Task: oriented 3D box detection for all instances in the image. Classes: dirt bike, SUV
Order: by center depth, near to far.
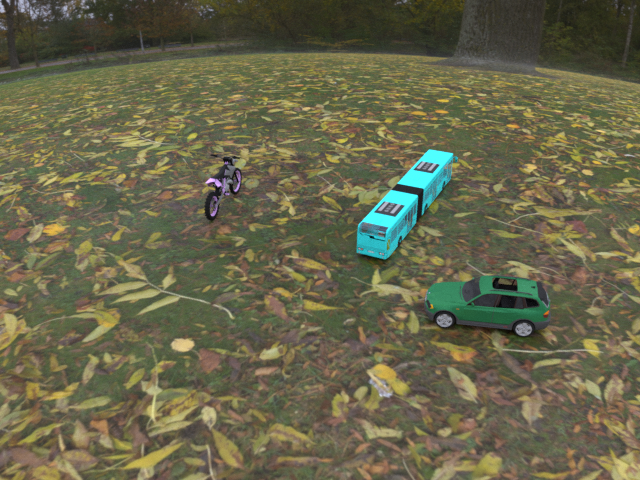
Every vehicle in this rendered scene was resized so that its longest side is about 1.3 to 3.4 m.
[{"bbox_3d":[2.123,0.770,8.888,1.572,0.580,0.656,5,29,10],"label":"SUV"},{"bbox_3d":[-1.627,-0.964,11.760,0.527,0.857,1.493,8,30,14],"label":"dirt bike"}]

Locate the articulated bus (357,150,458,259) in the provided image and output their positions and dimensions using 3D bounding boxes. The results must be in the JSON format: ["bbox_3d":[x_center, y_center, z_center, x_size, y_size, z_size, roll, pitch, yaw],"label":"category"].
[{"bbox_3d":[1.490,-0.677,11.546,0.605,0.561,3.401,13,31,22],"label":"articulated bus"}]
